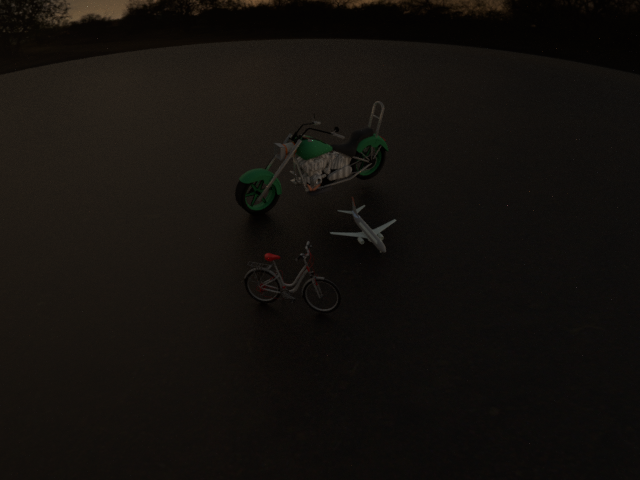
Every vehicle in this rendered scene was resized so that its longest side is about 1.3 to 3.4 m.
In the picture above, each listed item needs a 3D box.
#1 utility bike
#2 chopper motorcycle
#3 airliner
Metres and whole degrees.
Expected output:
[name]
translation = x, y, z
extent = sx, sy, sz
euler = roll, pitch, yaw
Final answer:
[utility bike]
translation = -0.391, 0.488, 9.484
extent = 1.435, 0.946, 0.535
euler = 8, 32, 14
[chopper motorcycle]
translation = -0.086, -1.440, 12.158
extent = 3.040, 1.480, 0.906
euler = -18, 36, -27
[airliner]
translation = 0.759, -0.231, 11.174
extent = 1.161, 0.429, 1.307
euler = -12, 33, -18
